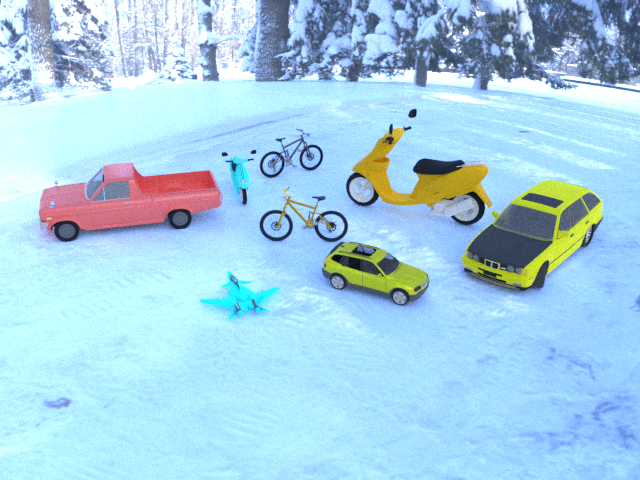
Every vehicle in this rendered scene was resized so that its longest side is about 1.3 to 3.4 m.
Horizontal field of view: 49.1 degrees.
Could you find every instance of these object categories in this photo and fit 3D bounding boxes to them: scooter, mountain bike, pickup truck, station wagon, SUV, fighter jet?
[{"bbox_3d":[-1.554,-1.318,13.448,0.662,0.919,1.399,-6,26,-13],"label":"scooter"},{"bbox_3d":[-0.270,-0.374,11.525,1.469,0.868,0.573,1,25,2],"label":"mountain bike"},{"bbox_3d":[-3.303,-0.783,12.238,3.117,0.993,1.244,-7,26,-14],"label":"pickup truck"},{"bbox_3d":[1.715,-1.263,12.323,2.721,1.786,1.288,12,28,23],"label":"scooter"},{"bbox_3d":[3.433,-0.199,11.097,1.327,0.920,3.105,20,32,35],"label":"station wagon"},{"bbox_3d":[0.802,0.441,10.149,1.572,0.580,0.656,13,28,25],"label":"SUV"},{"bbox_3d":[-1.170,0.665,10.020,1.147,0.286,1.358,-9,27,-17],"label":"fighter jet"},{"bbox_3d":[-0.578,-1.781,14.479,1.469,0.868,0.573,-13,29,-26],"label":"mountain bike"}]
